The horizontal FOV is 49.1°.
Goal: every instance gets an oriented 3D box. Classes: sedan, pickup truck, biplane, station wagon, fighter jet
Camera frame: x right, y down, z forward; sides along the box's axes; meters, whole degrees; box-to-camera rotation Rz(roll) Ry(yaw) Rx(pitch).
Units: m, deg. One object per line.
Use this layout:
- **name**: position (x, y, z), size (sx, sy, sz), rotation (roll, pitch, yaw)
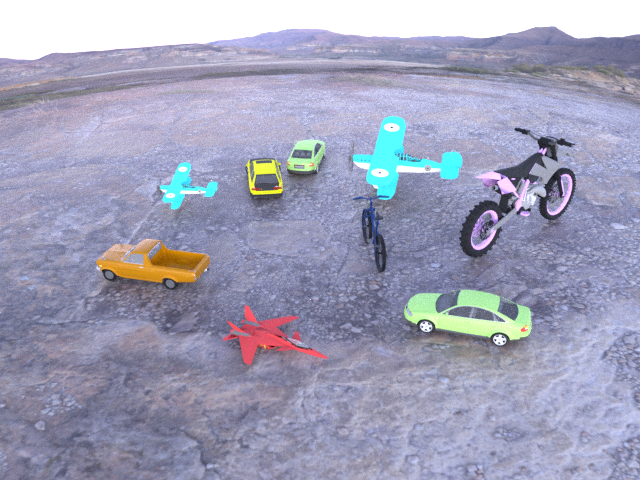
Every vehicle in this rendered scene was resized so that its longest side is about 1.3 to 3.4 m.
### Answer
- **sedan**: position (1.892, 0.924, 8.996), size (1.613, 0.483, 0.635), rotation (8, 29, 16)
- **pickup truck**: position (-2.424, 0.303, 10.159), size (1.603, 0.511, 0.640), rotation (7, 28, 13)
- **biplane**: position (1.539, -1.402, 12.923), size (2.120, 0.981, 2.598), rotation (5, 28, 10)
- **station wagon**: position (-1.052, -1.273, 13.226), size (0.682, 0.473, 1.597), rotation (-4, 28, -7)
- **biplane**: position (-2.371, -0.898, 12.473), size (1.090, 0.504, 1.336), rotation (2, 28, 4)
- **sedan**: position (-0.265, -1.761, 14.151), size (0.635, 0.483, 1.613), rotation (5, 28, 9)
- **fighter jet**: position (-0.495, 1.199, 8.681), size (1.358, 0.286, 1.147), rotation (14, 31, 25)

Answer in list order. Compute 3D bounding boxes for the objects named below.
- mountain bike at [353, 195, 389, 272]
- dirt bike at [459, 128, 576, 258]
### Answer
- **mountain bike**: position (0.819, -0.152, 10.646), size (0.573, 0.868, 1.469), rotation (-4, 28, -8)
- **dirt bike**: position (3.218, -0.803, 11.032), size (2.903, 1.666, 1.024), rotation (-21, 34, -35)
